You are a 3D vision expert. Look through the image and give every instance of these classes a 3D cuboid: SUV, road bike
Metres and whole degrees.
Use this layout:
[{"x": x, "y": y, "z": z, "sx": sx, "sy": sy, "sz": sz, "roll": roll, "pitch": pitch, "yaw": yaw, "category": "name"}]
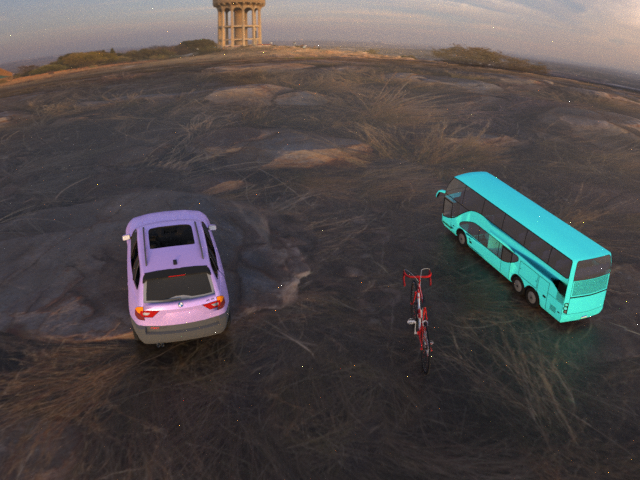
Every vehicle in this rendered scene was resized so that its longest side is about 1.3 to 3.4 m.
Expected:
[{"x": -1.979, "y": 0.252, "z": 9.449, "sx": 1.276, "sy": 1.128, "sz": 3.058, "roll": -7, "pitch": 29, "yaw": -13, "category": "SUV"}, {"x": 1.219, "y": 0.927, "z": 8.487, "sx": 0.358, "sy": 0.852, "sz": 1.545, "roll": 0, "pitch": 28, "yaw": -1, "category": "road bike"}]

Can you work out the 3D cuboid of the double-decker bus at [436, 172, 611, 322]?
[{"x": 2.798, "y": -0.044, "z": 10.082, "sx": 0.756, "sy": 1.052, "sz": 3.251, "roll": -10, "pitch": 30, "yaw": -18, "category": "double-decker bus"}]
